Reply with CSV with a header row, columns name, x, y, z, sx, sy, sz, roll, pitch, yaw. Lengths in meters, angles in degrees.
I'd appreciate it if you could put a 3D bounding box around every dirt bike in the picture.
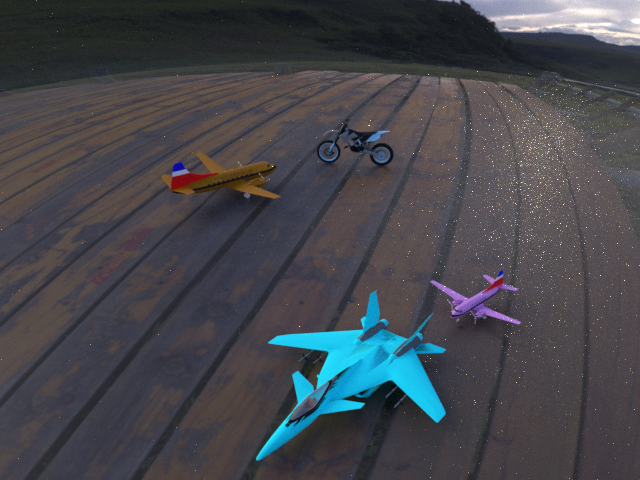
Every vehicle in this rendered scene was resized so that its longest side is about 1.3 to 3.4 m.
name,x,y,z,sx,sy,sz,roll,pitch,yaw
dirt bike,0.674,-1.847,13.433,1.493,0.857,0.527,3,27,7

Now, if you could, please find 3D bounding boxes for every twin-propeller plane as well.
name,x,y,z,sx,sy,sz,roll,pitch,yaw
twin-propeller plane,-1.635,-1.166,12.176,2.129,0.792,2.663,-19,33,-33
twin-propeller plane,2.019,0.720,8.922,1.095,0.407,1.370,-23,35,-37

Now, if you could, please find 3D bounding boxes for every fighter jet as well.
name,x,y,z,sx,sy,sz,roll,pitch,yaw
fighter jet,0.209,1.423,7.388,2.229,0.557,2.640,19,33,33
